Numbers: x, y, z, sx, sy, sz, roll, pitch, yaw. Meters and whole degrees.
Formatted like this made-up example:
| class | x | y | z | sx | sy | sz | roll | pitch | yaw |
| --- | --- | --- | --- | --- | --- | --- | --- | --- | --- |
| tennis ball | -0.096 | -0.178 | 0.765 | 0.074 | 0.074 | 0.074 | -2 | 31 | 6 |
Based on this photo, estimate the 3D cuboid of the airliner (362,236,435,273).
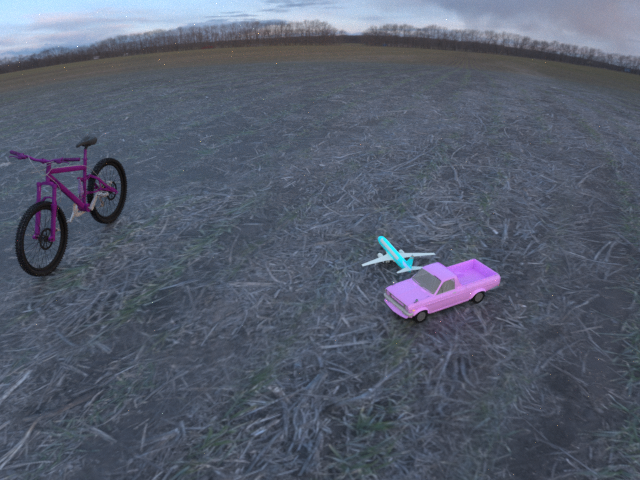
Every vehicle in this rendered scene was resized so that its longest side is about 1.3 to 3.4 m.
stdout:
| class | x | y | z | sx | sy | sz | roll | pitch | yaw |
| --- | --- | --- | --- | --- | --- | --- | --- | --- | --- |
| airliner | 1.122 | 0.138 | 10.417 | 1.161 | 0.429 | 1.307 | -8 | 29 | -16 |

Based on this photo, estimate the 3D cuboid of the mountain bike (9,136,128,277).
| class | x | y | z | sx | sy | sz | roll | pitch | yaw |
| --- | --- | --- | --- | --- | --- | --- | --- | --- | --- |
| mountain bike | -3.731 | -0.678 | 10.620 | 1.114 | 1.688 | 2.857 | 7 | 28 | 14 |

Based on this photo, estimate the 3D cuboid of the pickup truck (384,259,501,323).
| class | x | y | z | sx | sy | sz | roll | pitch | yaw |
| --- | --- | --- | --- | --- | --- | --- | --- | --- | --- |
| pickup truck | 1.657 | 0.606 | 9.436 | 1.603 | 0.511 | 0.640 | -15 | 31 | -26 |
